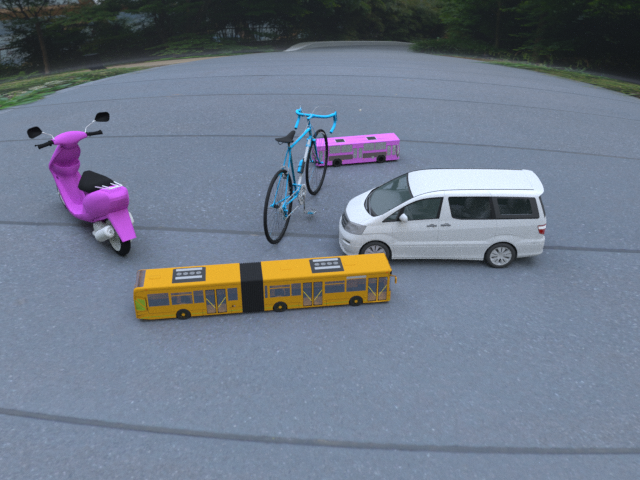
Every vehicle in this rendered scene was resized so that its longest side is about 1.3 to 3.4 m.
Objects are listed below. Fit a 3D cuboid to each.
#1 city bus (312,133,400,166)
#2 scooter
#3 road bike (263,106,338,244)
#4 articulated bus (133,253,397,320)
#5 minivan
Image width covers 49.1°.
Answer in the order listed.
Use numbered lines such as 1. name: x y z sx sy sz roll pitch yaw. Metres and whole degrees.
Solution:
1. city bus: 0.699 -1.747 13.667 1.674 0.460 0.476 -6 30 -10
2. scooter: -3.611 -0.926 10.827 1.288 1.786 2.721 -22 36 -34
3. road bike: -0.339 -1.149 11.362 0.697 1.656 3.004 9 30 16
4. articulated bus: -0.715 0.614 9.319 3.401 0.561 0.605 -4 29 -7
5. minivan: 1.790 -0.384 10.459 3.011 1.197 1.324 1 29 1
